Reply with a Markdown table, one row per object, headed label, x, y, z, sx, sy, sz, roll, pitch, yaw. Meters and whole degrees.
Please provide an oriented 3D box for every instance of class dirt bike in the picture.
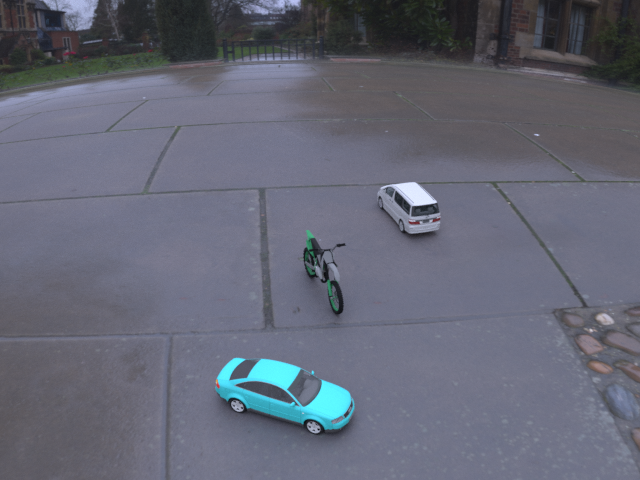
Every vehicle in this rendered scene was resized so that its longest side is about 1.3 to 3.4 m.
| label | x | y | z | sx | sy | sz | roll | pitch | yaw |
| --- | --- | --- | --- | --- | --- | --- | --- | --- | --- |
| dirt bike | 0.042 | 0.385 | 9.865 | 0.527 | 0.857 | 1.493 | -10 | 30 | -18 |

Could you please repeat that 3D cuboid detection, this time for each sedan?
| label | x | y | z | sx | sy | sz | roll | pitch | yaw |
| --- | --- | --- | --- | --- | --- | --- | --- | --- | --- |
| sedan | -0.397 | 1.685 | 7.863 | 1.613 | 0.483 | 0.635 | 11 | 30 | 19 |

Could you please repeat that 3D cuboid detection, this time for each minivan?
| label | x | y | z | sx | sy | sz | roll | pitch | yaw |
| --- | --- | --- | --- | --- | --- | --- | --- | --- | --- |
| minivan | 1.500 | -0.645 | 12.015 | 0.681 | 0.616 | 1.548 | -8 | 30 | -15 |
